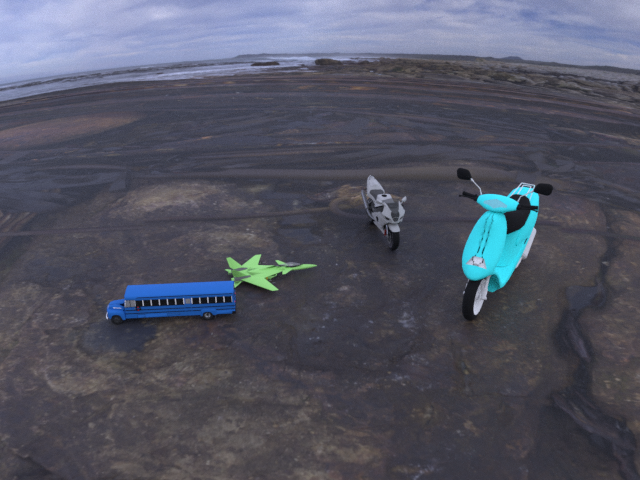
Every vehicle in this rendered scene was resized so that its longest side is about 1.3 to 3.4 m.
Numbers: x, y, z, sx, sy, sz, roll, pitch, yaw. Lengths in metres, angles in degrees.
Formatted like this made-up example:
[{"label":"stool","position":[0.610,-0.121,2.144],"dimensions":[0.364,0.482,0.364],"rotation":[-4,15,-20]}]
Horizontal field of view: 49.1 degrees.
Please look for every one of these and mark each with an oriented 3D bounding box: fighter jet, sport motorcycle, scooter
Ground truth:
[{"label":"fighter jet","position":[-0.694,0.394,10.374],"dimensions":[1.358,0.286,1.147],"rotation":[-8,27,-15]},{"label":"sport motorcycle","position":[1.034,-0.461,11.514],"dimensions":[0.506,0.821,1.520],"rotation":[-6,27,-12]},{"label":"scooter","position":[2.560,-0.156,9.792],"dimensions":[1.288,1.786,2.721],"rotation":[14,30,27]}]

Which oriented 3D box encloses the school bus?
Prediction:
[{"label":"school bus","position":[-1.982,0.821,9.332],"dimensions":[1.708,0.434,0.365],"rotation":[-2,26,-5]}]
